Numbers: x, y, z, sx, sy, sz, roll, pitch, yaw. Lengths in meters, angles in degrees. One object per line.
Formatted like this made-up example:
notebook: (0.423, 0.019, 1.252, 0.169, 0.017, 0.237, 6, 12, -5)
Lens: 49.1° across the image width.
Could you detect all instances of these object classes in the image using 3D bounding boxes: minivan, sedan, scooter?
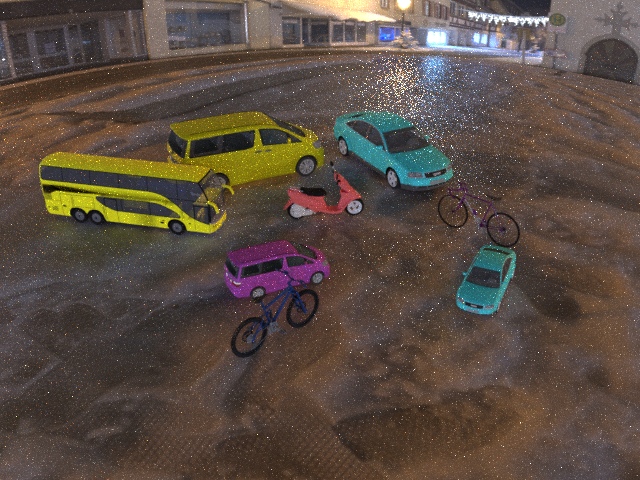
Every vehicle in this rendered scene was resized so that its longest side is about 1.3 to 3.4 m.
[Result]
minivan: (-0.612, 0.369, 10.261, 1.548, 0.616, 0.681, -13, 32, -22)
sedan: (1.400, -1.911, 13.904, 1.235, 0.940, 3.137, -15, 33, -25)
minivan: (-1.378, -1.785, 13.426, 3.011, 1.197, 1.324, -14, 33, -23)
sedan: (2.422, 0.524, 10.123, 0.635, 0.483, 1.613, 13, 32, 22)
scooter: (0.077, -0.800, 11.991, 1.399, 0.919, 0.662, -4, 30, -7)

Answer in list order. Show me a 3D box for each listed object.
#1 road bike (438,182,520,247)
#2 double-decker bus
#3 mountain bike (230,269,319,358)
road bike: (2.578, -0.430, 11.415, 1.545, 0.852, 0.358, 25, 38, 36)
double-decker bus: (-3.116, -0.795, 11.848, 3.251, 1.052, 0.756, 7, 31, 12)
mountain bike: (-0.559, 0.939, 9.016, 1.469, 0.868, 0.573, -25, 38, -37)
